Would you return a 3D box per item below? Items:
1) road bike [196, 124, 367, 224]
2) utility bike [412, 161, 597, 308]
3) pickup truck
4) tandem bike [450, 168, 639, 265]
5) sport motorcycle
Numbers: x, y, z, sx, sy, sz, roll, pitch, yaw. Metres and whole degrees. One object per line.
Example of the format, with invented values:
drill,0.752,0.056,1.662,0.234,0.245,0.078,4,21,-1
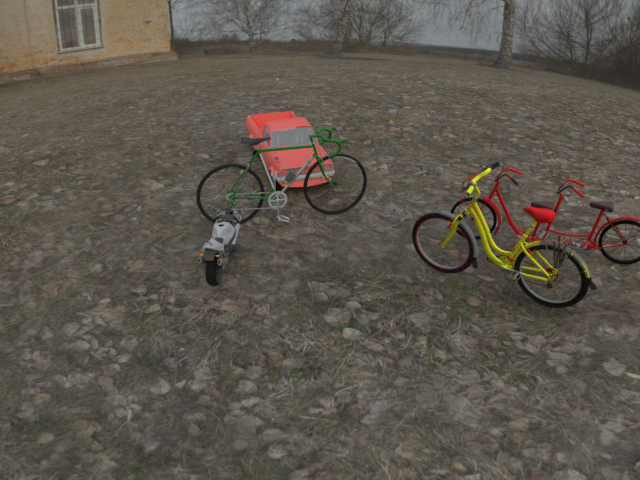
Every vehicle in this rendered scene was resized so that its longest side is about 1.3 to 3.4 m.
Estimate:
road bike,-0.623,-1.081,11.991,3.004,1.656,0.696,-7,29,-12
utility bike,2.516,-0.018,9.858,2.791,1.839,1.039,18,34,30
pickup truck,-0.682,-2.001,14.364,1.244,0.993,3.117,-8,30,-15
tandem bike,3.665,-0.387,11.067,3.192,1.326,0.550,10,30,17
sport motorcycle,-1.509,0.058,10.780,0.506,0.821,1.520,4,29,7
